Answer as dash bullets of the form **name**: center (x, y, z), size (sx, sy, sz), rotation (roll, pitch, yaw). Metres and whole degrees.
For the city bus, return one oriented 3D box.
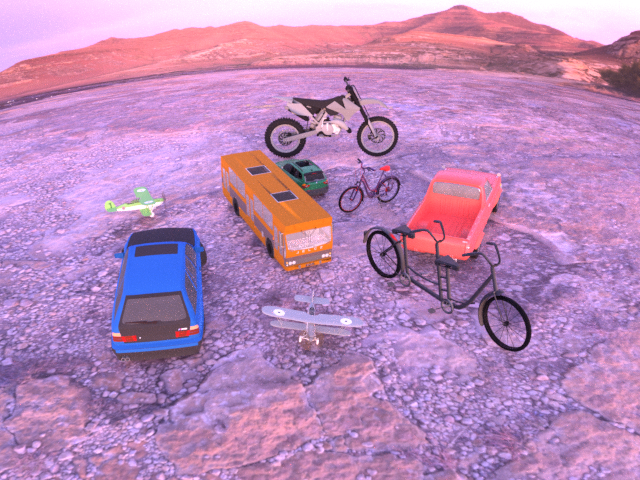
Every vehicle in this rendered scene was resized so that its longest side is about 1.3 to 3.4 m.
- **city bus**: center (-0.831, -0.569, 12.057), size (0.926, 0.894, 3.255), rotation (-12, 30, -22)

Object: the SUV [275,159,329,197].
- **SUV**: center (-0.391, -1.310, 13.789), size (0.656, 0.580, 1.572), rotation (-13, 31, -23)

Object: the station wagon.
- **station wagon**: center (-2.284, 0.501, 10.011), size (1.327, 0.920, 3.105), rotation (-4, 28, -8)

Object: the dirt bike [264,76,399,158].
- **dirt bike**: center (0.251, -2.560, 14.988), size (2.903, 1.666, 1.024), rotation (-1, 28, -1)

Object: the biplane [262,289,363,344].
- **biplane**: center (-0.093, 1.053, 9.415), size (1.336, 0.504, 1.090), rotation (0, 28, 0)

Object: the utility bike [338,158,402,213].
- **utility bike**: center (0.975, -1.007, 12.828), size (1.435, 0.946, 0.535), rotation (-16, 32, -28)

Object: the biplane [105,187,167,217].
- **biplane**: center (-3.309, -0.640, 12.607), size (1.090, 0.504, 1.336), rotation (-11, 30, -19)

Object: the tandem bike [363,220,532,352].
- **tandem bike**: center (1.671, 0.396, 9.777), size (0.550, 1.326, 3.192), rotation (-20, 34, -33)

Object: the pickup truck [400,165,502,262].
- **pickup truck**: center (2.320, -0.582, 11.978), size (1.244, 0.993, 3.117), rotation (11, 30, 19)
